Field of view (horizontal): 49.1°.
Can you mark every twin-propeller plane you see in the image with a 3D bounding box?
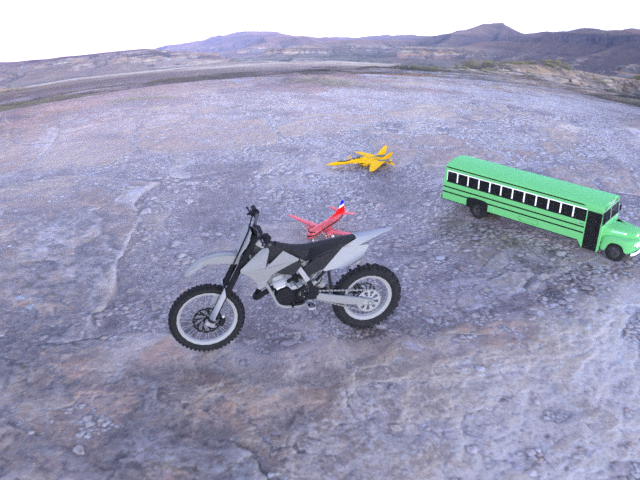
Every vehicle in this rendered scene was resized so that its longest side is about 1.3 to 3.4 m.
[{"bbox_3d":[0.110,-0.303,11.315,1.370,0.407,1.095,17,32,30],"label":"twin-propeller plane"}]

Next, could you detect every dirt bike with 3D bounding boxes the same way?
[{"bbox_3d":[-0.377,0.493,8.377,2.903,1.666,1.024,-7,28,-13],"label":"dirt bike"}]

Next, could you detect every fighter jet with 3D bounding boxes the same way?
[{"bbox_3d":[0.775,-1.645,14.069,1.358,0.286,1.147,-6,28,-12],"label":"fighter jet"}]

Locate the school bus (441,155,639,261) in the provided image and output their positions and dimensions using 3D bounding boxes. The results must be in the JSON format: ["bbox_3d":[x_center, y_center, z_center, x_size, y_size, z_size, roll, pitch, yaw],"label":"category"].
[{"bbox_3d":[3.583,-0.577,11.371,3.322,0.844,0.709,22,34,36],"label":"school bus"}]
